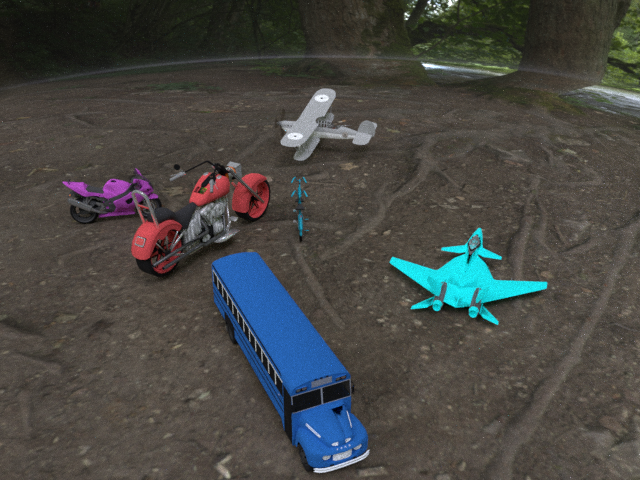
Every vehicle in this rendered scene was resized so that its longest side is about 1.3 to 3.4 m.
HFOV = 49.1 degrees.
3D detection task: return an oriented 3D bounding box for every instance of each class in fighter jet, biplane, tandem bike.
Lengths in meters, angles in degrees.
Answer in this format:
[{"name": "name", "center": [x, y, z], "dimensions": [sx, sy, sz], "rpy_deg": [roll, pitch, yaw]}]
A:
[{"name": "fighter jet", "center": [2.169, 0.250, 10.159], "dimensions": [2.229, 0.557, 2.640], "rpy_deg": [9, 30, 16]}, {"name": "biplane", "center": [0.090, -2.240, 14.340], "dimensions": [2.120, 0.981, 2.598], "rpy_deg": [9, 29, 16]}, {"name": "tandem bike", "center": [-0.334, -0.569, 11.550], "dimensions": [0.283, 0.682, 1.642], "rpy_deg": [-1, 28, -2]}]

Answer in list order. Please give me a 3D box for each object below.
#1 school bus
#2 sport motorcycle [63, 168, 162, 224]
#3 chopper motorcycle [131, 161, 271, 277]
[{"name": "school bus", "center": [-0.438, 1.249, 8.001], "dimensions": [0.709, 0.844, 3.322], "rpy_deg": [-12, 31, -21]}, {"name": "sport motorcycle", "center": [-3.426, -0.695, 11.636], "dimensions": [1.520, 0.821, 0.506], "rpy_deg": [-5, 29, -10]}, {"name": "chopper motorcycle", "center": [-1.718, -0.559, 10.688], "dimensions": [0.906, 1.480, 3.040], "rpy_deg": [16, 32, 27]}]
